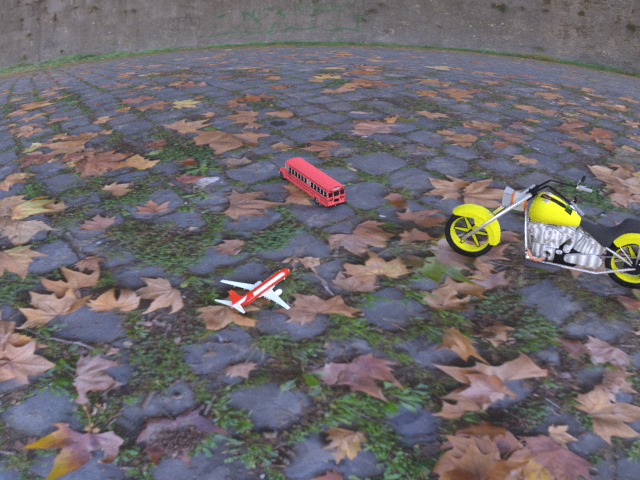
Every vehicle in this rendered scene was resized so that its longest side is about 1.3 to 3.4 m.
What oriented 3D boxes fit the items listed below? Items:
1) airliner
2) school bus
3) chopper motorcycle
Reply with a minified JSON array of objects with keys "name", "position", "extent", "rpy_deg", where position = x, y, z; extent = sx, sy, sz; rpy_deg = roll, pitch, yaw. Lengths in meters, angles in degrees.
[{"name":"airliner","position":[-0.796,0.580,9.395],"extent":[1.161,0.429,1.307],"rpy_deg":[19,35,29]},{"name":"school bus","position":[-0.178,-1.037,12.204],"extent":[0.365,0.434,1.708],"rpy_deg":[-17,34,-28]},{"name":"chopper motorcycle","position":[3.272,-0.207,9.711],"extent":[3.040,1.480,0.906],"rpy_deg":[13,32,21]}]
